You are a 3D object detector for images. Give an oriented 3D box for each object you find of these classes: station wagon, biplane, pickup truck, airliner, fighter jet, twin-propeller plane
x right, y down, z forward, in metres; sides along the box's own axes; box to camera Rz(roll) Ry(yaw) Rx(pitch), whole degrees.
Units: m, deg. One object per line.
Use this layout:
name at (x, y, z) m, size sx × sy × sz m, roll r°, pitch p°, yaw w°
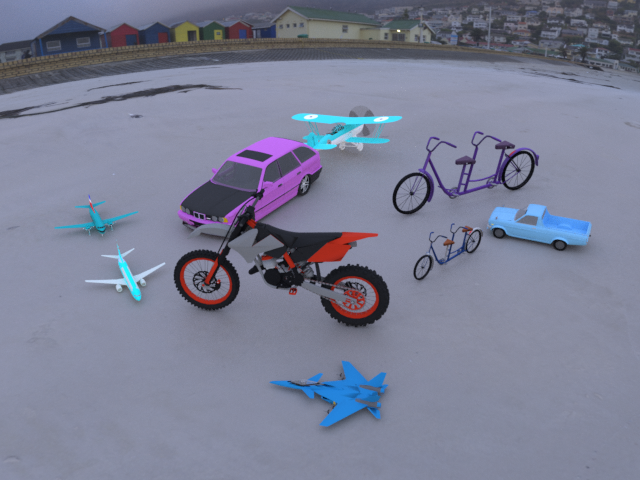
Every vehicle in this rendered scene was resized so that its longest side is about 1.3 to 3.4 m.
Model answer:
station wagon at (-1.180, -1.050, 12.361) m, size 1.327 × 0.920 × 3.105 m, roll 15°, pitch 32°, yaw 26°
biplane at (0.328, -2.162, 14.386) m, size 2.598 × 0.981 × 2.120 m, roll 18°, pitch 33°, yaw 30°
pickup truck at (3.540, -0.260, 11.313) m, size 1.603 × 0.511 × 0.640 m, roll 12°, pitch 30°, yaw 22°
airliner at (-2.770, 0.445, 10.075) m, size 1.161 × 0.429 × 1.307 m, roll -13°, pitch 31°, yaw -23°
fighter jet at (0.069, 1.651, 7.960) m, size 1.358 × 0.286 × 1.147 m, roll 7°, pitch 29°, yaw 12°
twin-propeller plane at (-3.743, -0.405, 11.695) m, size 1.370 × 0.407 × 1.095 m, roll -13°, pitch 31°, yaw -23°

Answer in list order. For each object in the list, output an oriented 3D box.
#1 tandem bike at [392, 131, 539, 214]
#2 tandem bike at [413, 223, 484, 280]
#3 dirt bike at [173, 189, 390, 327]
tandem bike at (2.657, -1.287, 12.374) m, size 3.192 × 1.326 × 0.550 m, roll -13°, pitch 31°, yaw -23°
tandem bike at (1.956, 0.083, 10.486) m, size 1.642 × 0.682 × 0.283 m, roll -23°, pitch 36°, yaw -36°
dirt bike at (-0.538, 0.308, 9.015) m, size 2.903 × 1.666 × 1.024 m, roll 5°, pitch 28°, yaw 9°
